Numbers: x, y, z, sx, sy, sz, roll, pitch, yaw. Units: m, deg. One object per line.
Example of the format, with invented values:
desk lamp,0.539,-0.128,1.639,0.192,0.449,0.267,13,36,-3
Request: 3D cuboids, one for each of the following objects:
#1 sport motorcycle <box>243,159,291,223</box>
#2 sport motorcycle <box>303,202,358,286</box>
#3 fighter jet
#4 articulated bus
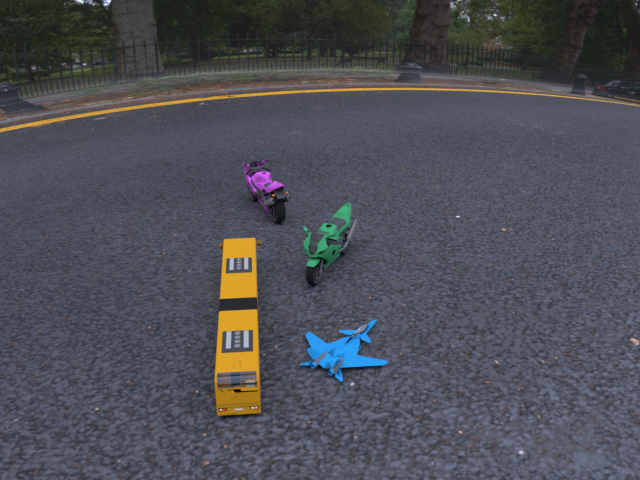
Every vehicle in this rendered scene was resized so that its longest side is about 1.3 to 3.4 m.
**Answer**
sport motorcycle,-0.958,-0.873,12.245,0.506,0.821,1.520,-13,29,-24
sport motorcycle,0.143,0.050,10.395,0.506,0.821,1.520,11,29,21
fighter jet,0.373,1.220,8.651,1.147,0.286,1.358,16,31,29
articulated bus,-1.022,0.931,8.922,0.605,0.561,3.401,-2,27,-5
